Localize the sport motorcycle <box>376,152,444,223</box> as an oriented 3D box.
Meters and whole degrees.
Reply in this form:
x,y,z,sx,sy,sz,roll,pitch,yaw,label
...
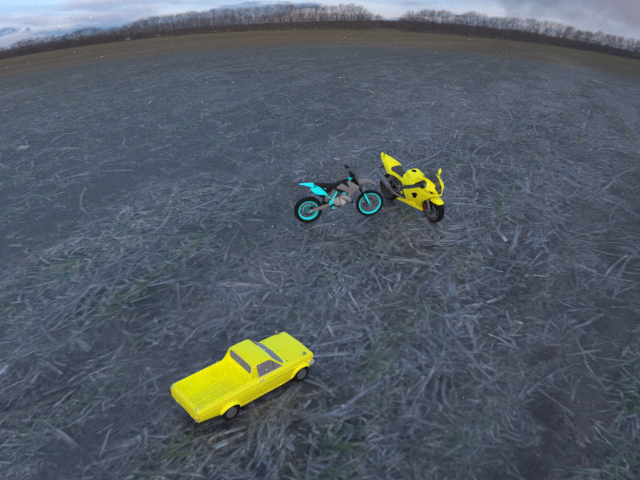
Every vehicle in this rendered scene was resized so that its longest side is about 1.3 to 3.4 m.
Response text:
x,y,z,sx,sy,sz,roll,pitch,yaw,label
1.508,-0.875,11.567,0.506,0.821,1.520,-20,35,-31,sport motorcycle

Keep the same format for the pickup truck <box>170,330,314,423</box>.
x,y,z,sx,sy,sz,roll,pitch,yaw,label
-0.831,1.460,7.750,1.603,0.511,0.640,-22,36,-34,pickup truck

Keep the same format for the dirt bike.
x,y,z,sx,sy,sz,roll,pitch,yaw,label
0.310,-0.714,11.245,1.493,0.857,0.527,-6,30,-11,dirt bike
